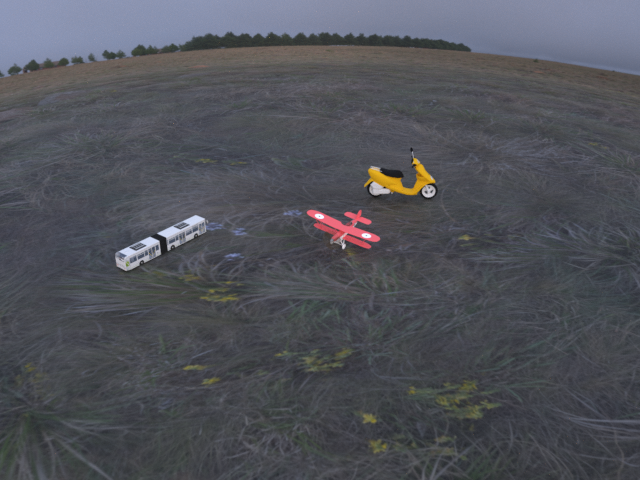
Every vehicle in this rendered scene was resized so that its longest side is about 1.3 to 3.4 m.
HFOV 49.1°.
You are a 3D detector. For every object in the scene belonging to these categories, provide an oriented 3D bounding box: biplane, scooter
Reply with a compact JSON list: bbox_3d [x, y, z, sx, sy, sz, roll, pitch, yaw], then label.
[{"bbox_3d":[0.459,-0.182,11.772,1.336,0.504,1.090,15,32,26],"label":"biplane"},{"bbox_3d":[1.547,-1.219,13.248,1.399,0.919,0.662,3,29,5],"label":"scooter"}]

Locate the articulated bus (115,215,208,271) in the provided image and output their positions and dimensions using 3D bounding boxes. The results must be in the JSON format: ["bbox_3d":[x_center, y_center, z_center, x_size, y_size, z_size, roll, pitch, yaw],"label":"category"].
[{"bbox_3d":[-2.594,0.031,11.606,0.311,0.289,1.749,21,35,33],"label":"articulated bus"}]
